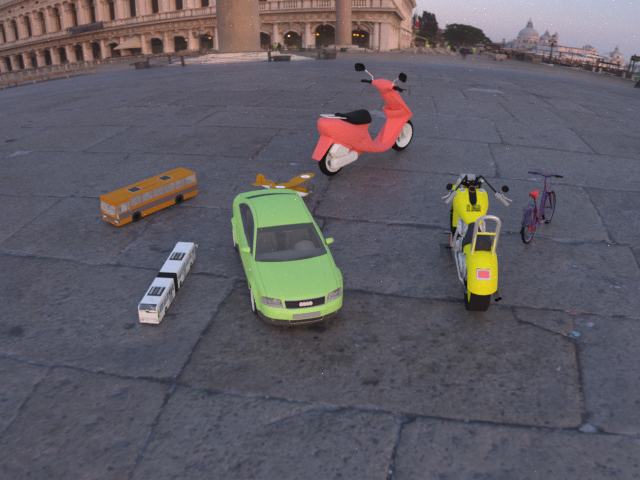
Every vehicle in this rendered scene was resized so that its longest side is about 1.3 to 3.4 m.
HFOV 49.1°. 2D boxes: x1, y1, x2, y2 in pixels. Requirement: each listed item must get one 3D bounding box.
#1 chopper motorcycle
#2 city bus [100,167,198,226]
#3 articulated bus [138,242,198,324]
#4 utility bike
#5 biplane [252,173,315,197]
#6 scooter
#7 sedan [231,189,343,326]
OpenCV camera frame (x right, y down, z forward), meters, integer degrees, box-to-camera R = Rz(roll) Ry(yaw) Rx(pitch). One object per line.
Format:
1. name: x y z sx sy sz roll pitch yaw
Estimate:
1. chopper motorcycle: 2.064 -0.246 9.567 0.906 1.480 3.040 2 27 4
2. city bus: -2.799 -0.719 11.596 0.476 0.460 1.674 21 34 35
3. articulated bus: -2.010 0.533 9.355 0.311 0.289 1.749 3 27 5
4. utility bike: 3.328 -0.547 10.732 0.535 0.946 1.435 18 32 31
5. biplane: -0.602 -0.894 11.886 1.090 0.504 1.336 13 30 24
6. scooter: 0.900 -2.299 13.213 2.721 1.786 1.288 -24 35 -38
7. sedan: -0.514 0.040 9.601 1.235 0.940 3.137 -6 28 -12
